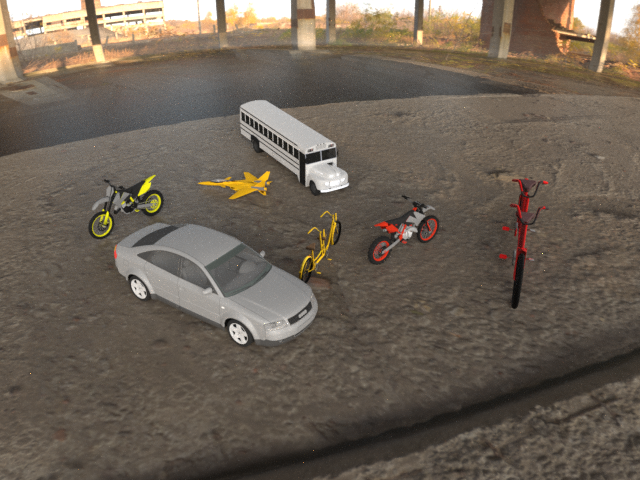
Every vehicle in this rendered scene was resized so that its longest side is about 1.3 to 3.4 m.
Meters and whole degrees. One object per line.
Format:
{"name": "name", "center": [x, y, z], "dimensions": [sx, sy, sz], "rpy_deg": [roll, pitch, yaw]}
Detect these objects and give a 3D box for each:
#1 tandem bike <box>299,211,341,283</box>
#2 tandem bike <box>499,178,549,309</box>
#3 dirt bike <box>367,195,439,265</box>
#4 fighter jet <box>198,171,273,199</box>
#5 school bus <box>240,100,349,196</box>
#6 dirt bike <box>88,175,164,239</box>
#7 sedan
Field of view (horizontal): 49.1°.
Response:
{"name": "tandem bike", "center": [0.020, 0.055, 10.492], "dimensions": [0.283, 0.682, 1.642], "rpy_deg": [11, 32, 19]}
{"name": "tandem bike", "center": [3.020, -0.258, 10.391], "dimensions": [0.550, 1.326, 3.192], "rpy_deg": [8, 31, 13]}
{"name": "dirt bike", "center": [1.304, -0.176, 10.717], "dimensions": [1.493, 0.857, 0.527], "rpy_deg": [-22, 36, -33]}
{"name": "fighter jet", "center": [-1.597, -1.079, 12.844], "dimensions": [1.358, 0.286, 1.147], "rpy_deg": [4, 30, 7]}
{"name": "school bus", "center": [-0.551, -1.842, 13.605], "dimensions": [0.709, 0.844, 3.322], "rpy_deg": [-17, 34, -26]}
{"name": "dirt bike", "center": [-3.166, -0.595, 11.440], "dimensions": [0.527, 0.857, 1.493], "rpy_deg": [22, 37, 33]}
{"name": "sedan", "center": [-1.464, 0.457, 9.542], "dimensions": [3.137, 0.940, 1.235], "rpy_deg": [19, 35, 29]}
